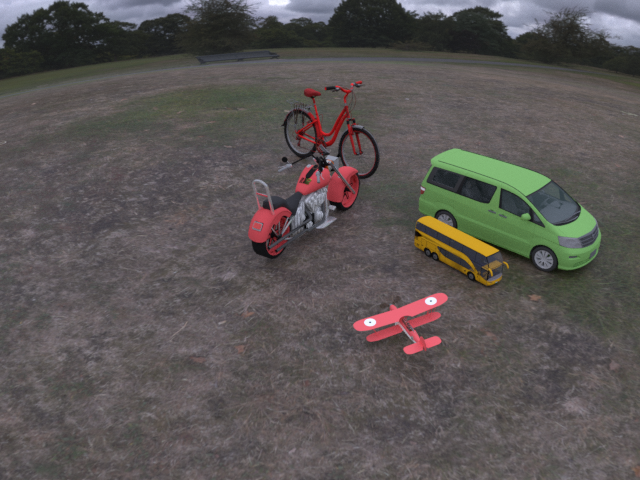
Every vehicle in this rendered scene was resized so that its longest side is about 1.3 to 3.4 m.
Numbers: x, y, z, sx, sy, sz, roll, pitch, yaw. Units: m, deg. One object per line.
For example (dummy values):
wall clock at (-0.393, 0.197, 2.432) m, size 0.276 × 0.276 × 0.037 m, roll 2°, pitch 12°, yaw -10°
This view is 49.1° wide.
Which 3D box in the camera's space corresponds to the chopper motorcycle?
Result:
chopper motorcycle at (-0.168, -0.787, 11.734) m, size 0.906 × 1.480 × 3.040 m, roll 17°, pitch 33°, yaw 28°

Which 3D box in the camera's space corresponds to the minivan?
minivan at (3.131, -0.551, 11.596) m, size 3.011 × 1.197 × 1.324 m, roll 24°, pitch 37°, yaw 37°

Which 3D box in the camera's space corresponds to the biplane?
biplane at (1.128, 1.148, 9.203) m, size 1.336 × 0.504 × 1.090 m, roll -10°, pitch 30°, yaw -17°

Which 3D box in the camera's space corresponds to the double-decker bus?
double-decker bus at (2.168, 0.167, 10.965) m, size 0.389 × 0.541 × 1.672 m, roll -20°, pitch 34°, yaw -32°

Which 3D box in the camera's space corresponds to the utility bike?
utility bike at (0.227, -2.397, 14.313) m, size 2.791 × 1.839 × 1.039 m, roll 25°, pitch 37°, yaw 38°
